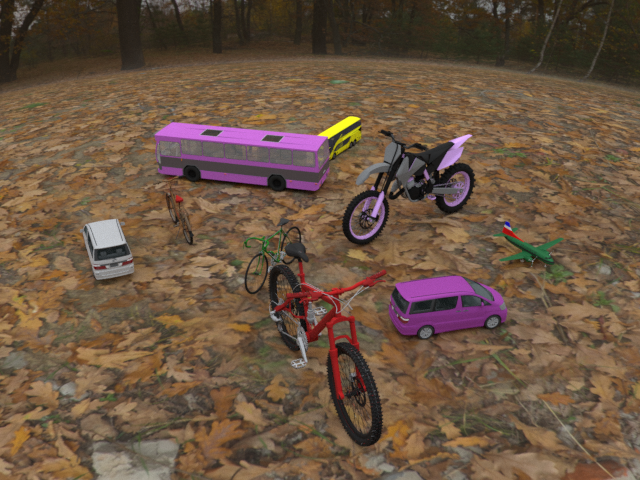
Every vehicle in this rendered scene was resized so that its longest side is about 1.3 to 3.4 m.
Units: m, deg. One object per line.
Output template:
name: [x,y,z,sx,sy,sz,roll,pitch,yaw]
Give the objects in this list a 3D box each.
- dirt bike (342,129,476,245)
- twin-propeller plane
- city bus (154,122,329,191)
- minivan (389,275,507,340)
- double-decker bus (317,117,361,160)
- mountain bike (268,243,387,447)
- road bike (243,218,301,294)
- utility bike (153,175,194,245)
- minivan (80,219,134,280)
dirt bike: [1.540,-0.948,11.410,2.903,1.666,1.024,-19,34,-32]
twin-propeller plane: [3.212,0.075,10.829,1.370,0.407,1.095,-16,32,-28]
city bus: [-1.488,-1.578,13.409,3.255,0.894,0.926,7,29,13]
minivan: [1.703,0.830,9.194,1.548,0.616,0.681,-7,29,-13]
double-decker bus: [0.369,-2.129,14.817,0.389,0.541,1.672,15,32,26]
mountain bike: [-0.031,0.952,7.826,1.114,1.688,2.857,-12,30,-22]
road bike: [-0.666,0.168,10.184,0.358,0.852,1.545,14,31,25]
utility bike: [-2.355,-0.515,11.363,0.535,0.946,1.435,-13,31,-23]
minivan: [-3.258,0.036,10.681,0.681,0.616,1.548,-11,30,-20]
